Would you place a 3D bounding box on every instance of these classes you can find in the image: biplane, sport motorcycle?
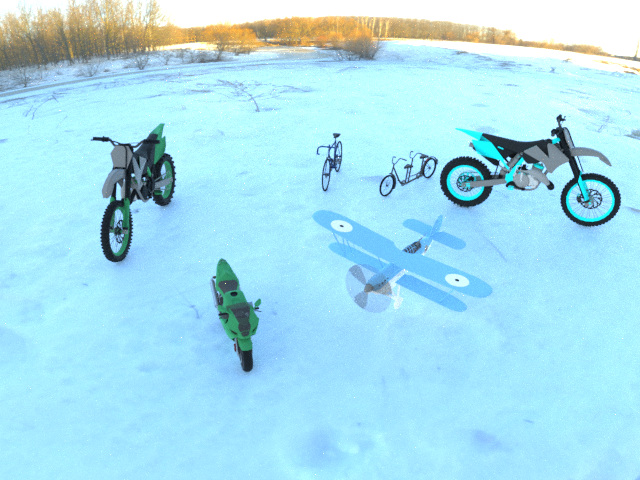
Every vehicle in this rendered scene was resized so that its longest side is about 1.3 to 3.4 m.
[{"bbox_3d":[1.187,0.268,9.418,2.598,0.981,2.120,18,33,30],"label":"biplane"},{"bbox_3d":[-1.023,0.888,8.413,0.506,0.821,1.520,-8,29,-15],"label":"sport motorcycle"}]

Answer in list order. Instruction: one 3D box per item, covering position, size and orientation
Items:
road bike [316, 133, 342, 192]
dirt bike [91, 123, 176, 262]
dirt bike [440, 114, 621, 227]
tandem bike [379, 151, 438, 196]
[{"bbox_3d":[0.232,-1.493,12.903,0.358,0.852,1.545,7,29,13],"label":"road bike"},{"bbox_3d":[-2.806,-0.909,10.919,1.024,1.666,2.903,4,28,7],"label":"dirt bike"},{"bbox_3d":[3.406,-1.146,11.369,2.903,1.666,1.024,11,30,20],"label":"dirt bike"},{"bbox_3d":[1.633,-1.282,12.683,1.642,0.682,0.283,-24,36,-38],"label":"tandem bike"}]
